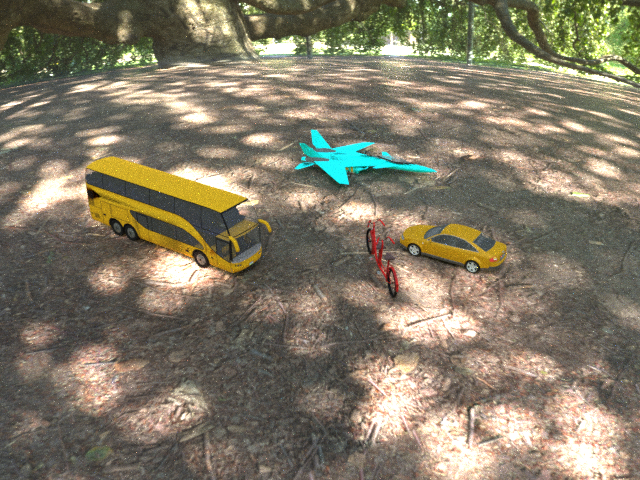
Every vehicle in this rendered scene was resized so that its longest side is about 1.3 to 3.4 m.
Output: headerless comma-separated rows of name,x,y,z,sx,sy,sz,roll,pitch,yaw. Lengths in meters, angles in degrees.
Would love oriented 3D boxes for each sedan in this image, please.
sedan,1.960,0.035,10.393,1.613,0.483,0.635,17,32,29

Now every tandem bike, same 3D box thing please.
tandem bike,0.867,0.187,9.896,0.283,0.682,1.642,-5,28,-9

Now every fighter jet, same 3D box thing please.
fighter jet,0.935,-1.604,13.392,2.640,0.557,2.229,8,29,14

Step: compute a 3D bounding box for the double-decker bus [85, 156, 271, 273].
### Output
double-decker bus,-2.244,-0.409,10.623,3.251,1.052,0.756,18,33,30
